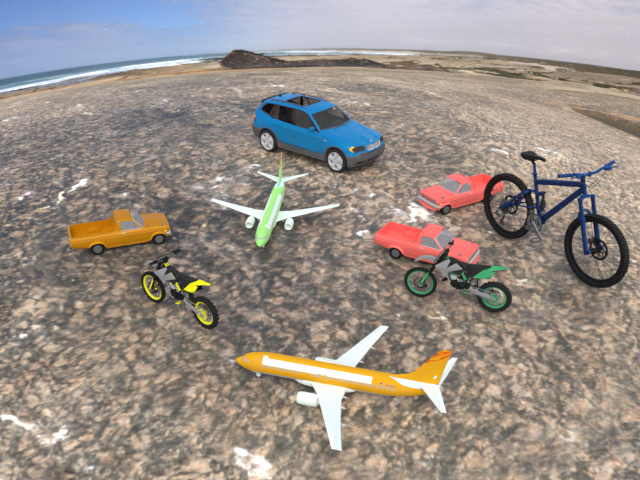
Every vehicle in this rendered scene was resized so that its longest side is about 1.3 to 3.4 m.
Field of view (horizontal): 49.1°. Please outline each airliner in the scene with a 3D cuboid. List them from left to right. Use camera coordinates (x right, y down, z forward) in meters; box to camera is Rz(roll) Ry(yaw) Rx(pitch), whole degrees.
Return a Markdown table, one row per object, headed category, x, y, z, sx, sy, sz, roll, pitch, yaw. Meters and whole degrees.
| category | x | y | z | sx | sy | sz | roll | pitch | yaw |
| --- | --- | --- | --- | --- | --- | --- | --- | --- | --- |
| airliner | -0.818 | -0.696 | 11.914 | 2.257 | 0.835 | 2.541 | 3 | 27 | 5 |
| airliner | 0.216 | 1.381 | 7.887 | 2.541 | 0.835 | 2.257 | 8 | 28 | 15 |

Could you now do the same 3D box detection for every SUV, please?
| category | x | y | z | sx | sy | sz | roll | pitch | yaw |
| --- | --- | --- | --- | --- | --- | --- | --- | --- | --- |
| SUV | -0.073 | -2.357 | 14.815 | 3.058 | 1.128 | 1.276 | 21 | 34 | 35 |

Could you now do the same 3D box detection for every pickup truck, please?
| category | x | y | z | sx | sy | sz | roll | pitch | yaw |
| --- | --- | --- | --- | --- | --- | --- | --- | --- | --- |
| pickup truck | -3.230 | -0.182 | 11.271 | 1.603 | 0.511 | 0.640 | -10 | 29 | -19 |
| pickup truck | 1.650 | 0.041 | 10.840 | 1.603 | 0.511 | 0.640 | 15 | 31 | 27 |
| pickup truck | 2.562 | -0.913 | 12.690 | 1.603 | 0.511 | 0.640 | -15 | 31 | -26 |

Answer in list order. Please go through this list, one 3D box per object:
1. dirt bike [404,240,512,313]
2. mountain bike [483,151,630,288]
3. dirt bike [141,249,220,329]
| category | x | y | z | sx | sy | sz | roll | pitch | yaw |
| --- | --- | --- | --- | --- | --- | --- | --- | --- | --- |
| dirt bike | 1.881 | 0.512 | 9.549 | 1.493 | 0.857 | 0.527 | 10 | 29 | 19 |
| mountain bike | 3.483 | -0.462 | 10.530 | 1.114 | 1.688 | 2.857 | -15 | 31 | -26 |
| dirt bike | -1.908 | 0.631 | 9.317 | 1.493 | 0.857 | 0.527 | 20 | 33 | 33 |
